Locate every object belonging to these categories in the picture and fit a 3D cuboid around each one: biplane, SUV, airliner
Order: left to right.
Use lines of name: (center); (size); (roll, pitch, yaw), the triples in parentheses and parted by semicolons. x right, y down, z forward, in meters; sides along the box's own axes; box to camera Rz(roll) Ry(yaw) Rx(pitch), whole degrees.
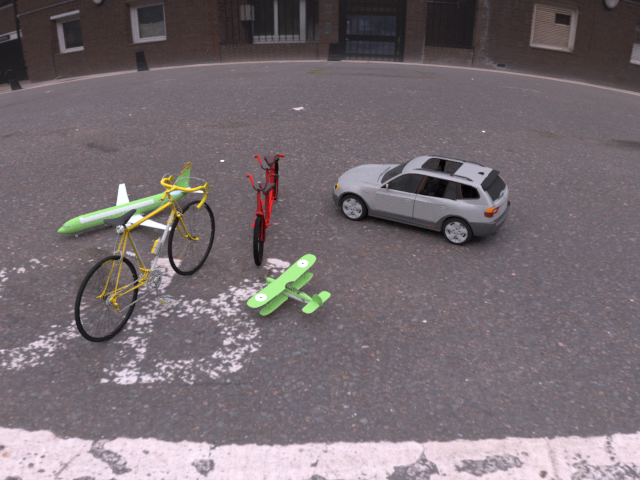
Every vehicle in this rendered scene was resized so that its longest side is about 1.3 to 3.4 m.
airliner: (-3.292, -0.690, 12.073); (2.541, 0.835, 2.257); (-19, 34, -31)
biplane: (-0.397, 0.736, 9.800); (1.090, 0.504, 1.336); (21, 35, 34)
SUV: (1.720, -0.857, 12.074); (3.058, 1.128, 1.276); (14, 32, 25)

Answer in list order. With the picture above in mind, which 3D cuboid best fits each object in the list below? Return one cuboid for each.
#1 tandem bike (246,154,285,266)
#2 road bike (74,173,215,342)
tandem bike: (-0.887, -0.794, 11.752); (0.550, 1.326, 3.192); (1, 29, 2)
road bike: (-2.330, 0.150, 9.674); (0.696, 1.656, 3.004); (13, 31, 23)
